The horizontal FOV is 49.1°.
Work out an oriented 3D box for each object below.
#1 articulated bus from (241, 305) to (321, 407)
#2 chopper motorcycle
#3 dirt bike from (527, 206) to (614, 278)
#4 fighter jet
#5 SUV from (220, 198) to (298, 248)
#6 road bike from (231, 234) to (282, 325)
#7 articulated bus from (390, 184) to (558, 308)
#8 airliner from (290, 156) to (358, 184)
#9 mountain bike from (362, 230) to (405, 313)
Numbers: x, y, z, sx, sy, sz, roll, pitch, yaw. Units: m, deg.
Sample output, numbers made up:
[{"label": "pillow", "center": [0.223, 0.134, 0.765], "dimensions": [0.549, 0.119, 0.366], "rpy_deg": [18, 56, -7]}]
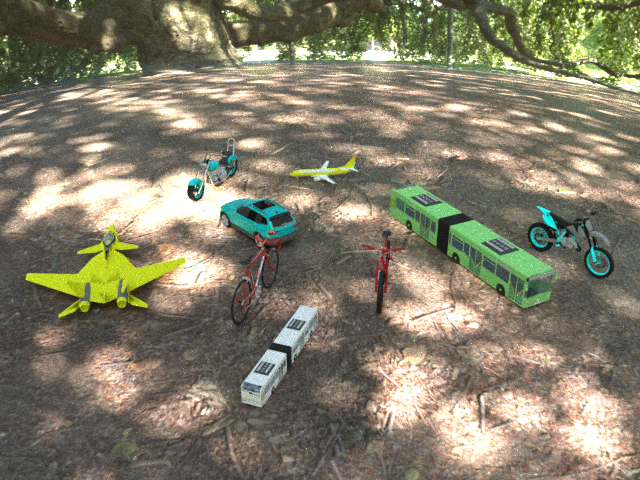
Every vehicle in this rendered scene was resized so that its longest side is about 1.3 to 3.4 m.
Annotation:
[{"label": "articulated bus", "center": [-0.438, 1.338, 8.351], "dimensions": [0.311, 0.289, 1.749], "rpy_deg": [10, 29, 18]}, {"label": "chopper motorcycle", "center": [-1.978, -1.312, 12.931], "dimensions": [0.466, 0.761, 1.563], "rpy_deg": [12, 30, 22]}, {"label": "dirt bike", "center": [3.719, -0.034, 10.371], "dimensions": [0.527, 0.857, 1.493], "rpy_deg": [-19, 33, -32]}, {"label": "fighter jet", "center": [-3.122, 0.195, 10.257], "dimensions": [2.229, 0.557, 2.640], "rpy_deg": [-6, 28, -11]}, {"label": "SUV", "center": [-1.011, -0.382, 11.341], "dimensions": [0.656, 0.580, 1.572], "rpy_deg": [-21, 34, -35]}, {"label": "road bike", "center": [-0.855, 0.484, 9.383], "dimensions": [0.358, 0.852, 1.545], "rpy_deg": [9, 29, 17]}, {"label": "articulated bus", "center": [2.172, -0.014, 10.654], "dimensions": [0.605, 0.561, 3.401], "rpy_deg": [-13, 30, -24]}, {"label": "airliner", "center": [0.067, -1.394, 13.447], "dimensions": [1.307, 0.429, 1.161], "rpy_deg": [-3, 28, -5]}, {"label": "mountain bike", "center": [0.879, 0.349, 9.625], "dimensions": [0.573, 0.868, 1.469], "rpy_deg": [5, 28, 9]}]
